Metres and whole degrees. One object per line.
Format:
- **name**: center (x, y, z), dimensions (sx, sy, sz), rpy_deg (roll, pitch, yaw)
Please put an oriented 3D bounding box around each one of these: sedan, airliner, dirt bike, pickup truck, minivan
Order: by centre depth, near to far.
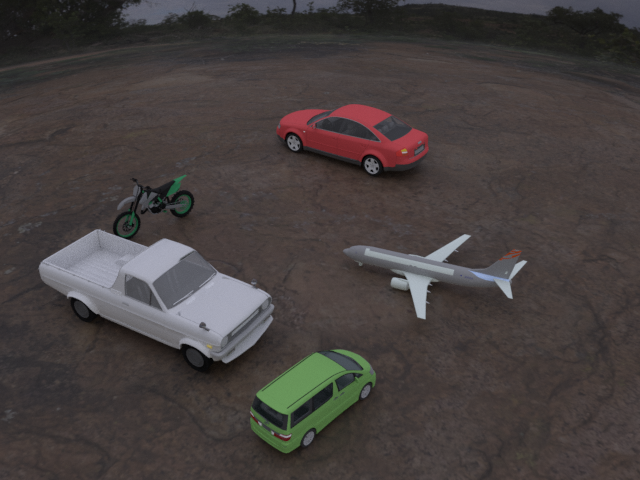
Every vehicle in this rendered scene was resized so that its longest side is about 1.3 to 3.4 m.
- **minivan**: center (-0.035, 1.621, 7.591), dimensions (0.681, 0.616, 1.548), rpy_deg (25, 39, 35)
- **pickup truck**: center (-2.133, 0.579, 8.955), dimensions (3.117, 0.993, 1.244), rpy_deg (17, 35, 26)
- **airliner**: center (1.488, 0.234, 9.679), dimensions (2.541, 0.835, 2.257), rpy_deg (13, 34, 21)
- **dirt bike**: center (-2.606, -0.567, 10.989), dimensions (0.527, 0.857, 1.493), rpy_deg (27, 40, 37)
- **sedan**: center (0.560, -2.077, 13.415), dimensions (3.137, 0.940, 1.235), rpy_deg (20, 36, 30)
